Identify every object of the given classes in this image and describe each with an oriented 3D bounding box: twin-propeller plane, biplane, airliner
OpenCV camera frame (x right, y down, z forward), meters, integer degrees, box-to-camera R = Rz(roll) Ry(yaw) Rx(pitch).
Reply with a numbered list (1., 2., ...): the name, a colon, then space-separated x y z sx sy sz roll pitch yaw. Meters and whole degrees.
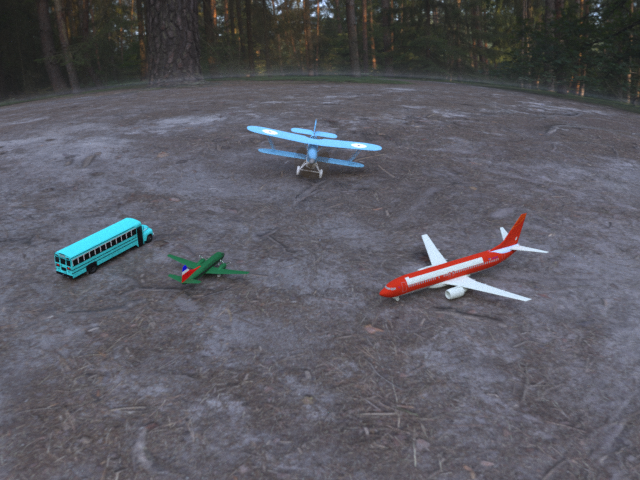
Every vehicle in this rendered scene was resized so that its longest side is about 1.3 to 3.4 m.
1. twin-propeller plane: -1.662 0.353 9.994 1.370 0.407 1.095 11 28 22
2. biplane: -0.096 -1.851 13.911 2.598 0.981 2.120 0 26 1
3. airliner: 1.903 0.243 9.729 2.541 0.835 2.257 -13 29 -26

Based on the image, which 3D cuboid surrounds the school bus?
1. school bus: -3.195 0.074 10.542 0.365 0.434 1.708 14 29 27
